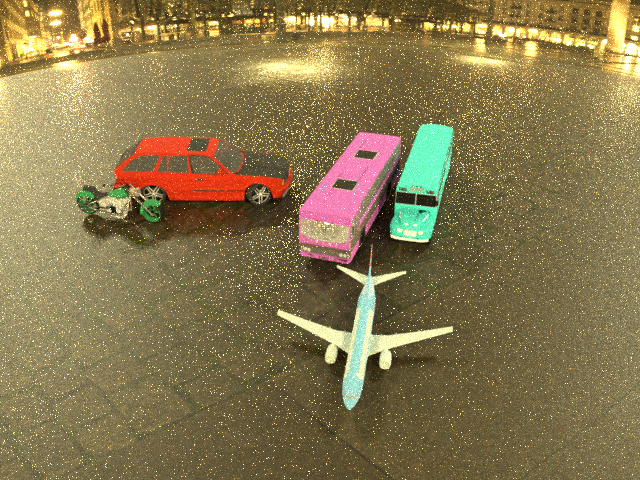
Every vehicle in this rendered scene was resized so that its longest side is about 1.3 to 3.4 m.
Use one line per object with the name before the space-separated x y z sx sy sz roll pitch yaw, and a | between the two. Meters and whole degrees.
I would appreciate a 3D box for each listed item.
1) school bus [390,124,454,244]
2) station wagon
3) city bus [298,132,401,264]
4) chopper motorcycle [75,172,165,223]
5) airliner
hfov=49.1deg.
school bus | 1.802 -1.029 12.113 0.709 0.844 3.322 8 31 13
station wagon | -2.050 -1.286 12.473 3.105 0.920 1.327 1 31 1
city bus | 0.578 -0.767 11.620 0.926 0.894 3.255 10 32 16
chopper motorcycle | -3.352 -0.702 11.640 1.563 0.761 0.466 7 31 11
airliner | 0.517 1.018 8.655 2.257 0.835 2.541 5 31 8
